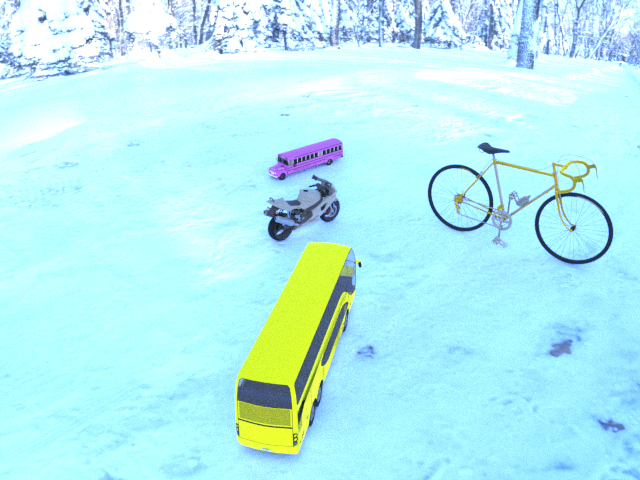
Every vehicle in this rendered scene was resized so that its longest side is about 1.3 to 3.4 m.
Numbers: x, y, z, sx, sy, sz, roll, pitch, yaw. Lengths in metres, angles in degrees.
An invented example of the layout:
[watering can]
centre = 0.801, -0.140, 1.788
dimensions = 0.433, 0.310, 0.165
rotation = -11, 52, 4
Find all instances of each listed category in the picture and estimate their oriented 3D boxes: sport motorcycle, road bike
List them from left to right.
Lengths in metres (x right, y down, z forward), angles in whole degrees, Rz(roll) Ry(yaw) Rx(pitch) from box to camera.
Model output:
[sport motorcycle]
centre = -0.254, -0.521, 11.475
dimensions = 1.520, 0.821, 0.506
rotation = -22, 35, -35
[road bike]
centre = 3.027, -0.640, 10.818
dimensions = 3.004, 1.656, 0.697
rotation = 19, 34, 31

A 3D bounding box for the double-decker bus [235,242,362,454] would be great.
[double-decker bus]
centre = -0.170, 1.068, 8.288
dimensions = 0.756, 1.052, 3.251
rotation = 7, 29, 12

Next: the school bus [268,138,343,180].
[school bus]
centre = -0.284, -1.619, 13.919
dimensions = 1.708, 0.434, 0.365
rotation = -22, 35, -35
